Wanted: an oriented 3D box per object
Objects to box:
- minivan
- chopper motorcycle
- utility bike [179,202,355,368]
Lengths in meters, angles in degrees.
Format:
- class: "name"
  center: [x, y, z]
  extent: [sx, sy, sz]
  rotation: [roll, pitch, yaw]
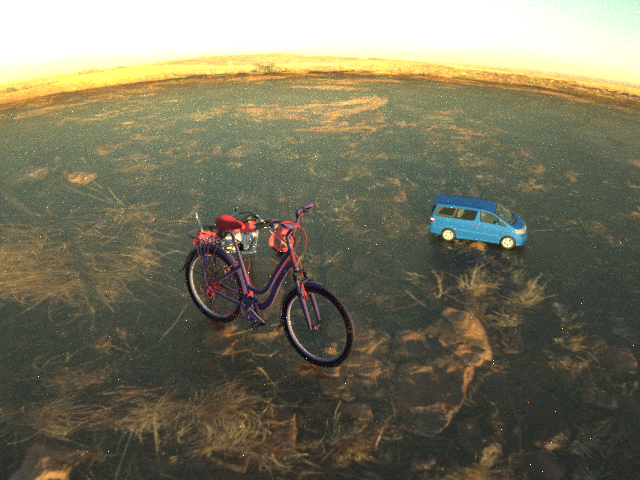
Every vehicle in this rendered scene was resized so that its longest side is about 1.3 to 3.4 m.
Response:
- class: "minivan"
  center: [2.569, -0.322, 11.336]
  extent: [1.548, 0.616, 0.681]
  rotation: [8, 27, 16]
- class: "chopper motorcycle"
  center: [-1.161, -0.111, 10.747]
  extent: [1.563, 0.761, 0.466]
  rotation: [-4, 27, -9]
- class: "utility bike"
  center: [-0.676, 0.386, 8.527]
  extent: [2.791, 1.839, 1.039]
  rotation: [18, 31, 32]
